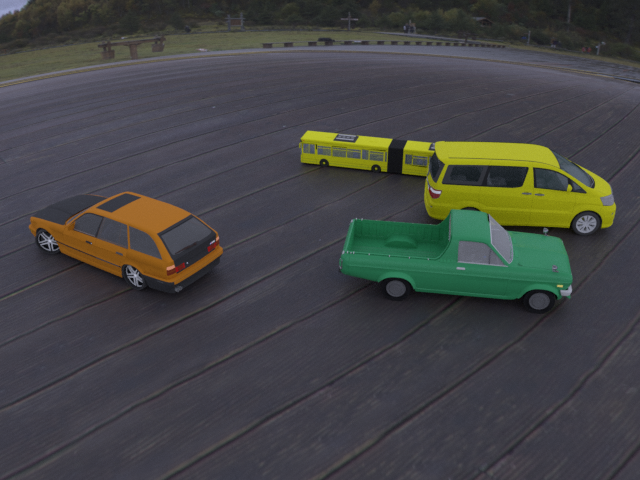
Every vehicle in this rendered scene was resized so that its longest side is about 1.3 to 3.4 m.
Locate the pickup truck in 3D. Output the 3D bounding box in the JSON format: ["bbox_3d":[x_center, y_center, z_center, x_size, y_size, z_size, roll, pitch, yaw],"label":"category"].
[{"bbox_3d":[1.847,0.174,9.607,3.117,0.993,1.244,5,29,8],"label":"pickup truck"}]

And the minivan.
[{"bbox_3d":[3.231,-0.887,11.307,3.011,1.197,1.324,2,29,3],"label":"minivan"}]

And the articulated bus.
[{"bbox_3d":[1.276,-1.603,13.248,3.401,0.561,0.605,8,30,14],"label":"articulated bus"}]

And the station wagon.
[{"bbox_3d":[-2.944,-0.167,10.295,3.105,0.920,1.327,17,33,28],"label":"station wagon"}]
